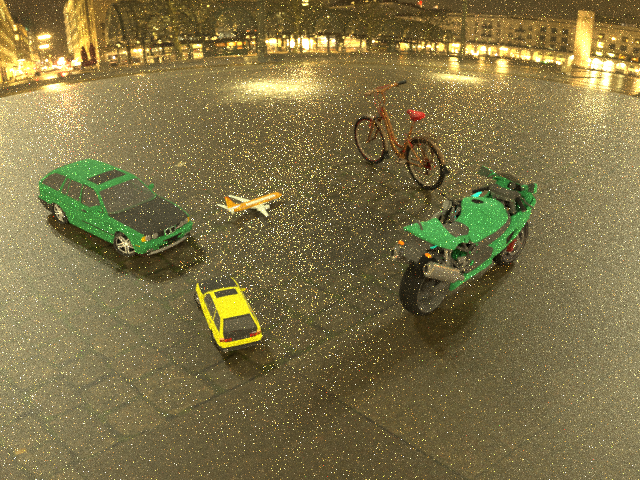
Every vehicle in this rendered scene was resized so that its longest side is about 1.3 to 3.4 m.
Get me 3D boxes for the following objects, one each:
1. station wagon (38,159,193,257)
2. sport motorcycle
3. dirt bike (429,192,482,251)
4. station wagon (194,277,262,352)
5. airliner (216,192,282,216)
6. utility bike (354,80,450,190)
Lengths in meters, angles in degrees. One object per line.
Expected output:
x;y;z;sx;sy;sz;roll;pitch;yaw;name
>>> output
-3.554;-0.656;12.011;3.105;0.920;1.327;21;35;34;station wagon
2.171;-0.004;10.078;2.955;1.596;0.983;-24;36;-37;sport motorcycle
2.239;-0.364;11.534;1.493;0.857;0.527;-23;36;-36;dirt bike
-1.282;0.901;9.577;0.682;0.473;1.597;-10;30;-18;station wagon
-1.202;-0.760;12.726;1.307;0.429;1.161;-23;36;-36;airliner
1.468;-2.060;13.662;1.039;1.839;2.791;-19;33;-31;utility bike
